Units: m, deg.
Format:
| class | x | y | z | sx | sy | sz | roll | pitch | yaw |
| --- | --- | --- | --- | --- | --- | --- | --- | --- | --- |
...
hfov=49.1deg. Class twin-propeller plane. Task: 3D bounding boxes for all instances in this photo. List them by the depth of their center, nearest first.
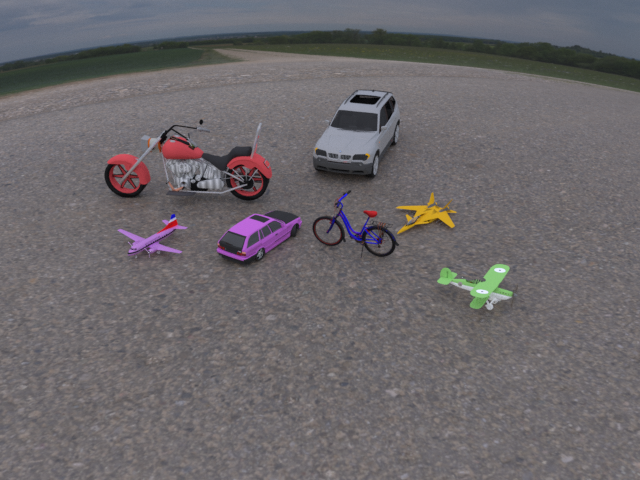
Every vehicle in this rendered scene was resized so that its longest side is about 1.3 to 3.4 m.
| class | x | y | z | sx | sy | sz | roll | pitch | yaw |
| --- | --- | --- | --- | --- | --- | --- | --- | --- | --- |
| twin-propeller plane | -2.613 | -0.053 | 10.984 | 1.370 | 0.407 | 1.095 | 17 | 33 | 29 |

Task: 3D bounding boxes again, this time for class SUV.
| class | x | y | z | sx | sy | sz | roll | pitch | yaw |
| --- | --- | --- | --- | --- | --- | --- | --- | --- | --- |
| SUV | 0.816 | -2.255 | 14.323 | 1.276 | 1.128 | 3.058 | 9 | 29 | 16 |

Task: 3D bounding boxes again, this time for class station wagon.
| class | x | y | z | sx | sy | sz | roll | pitch | yaw |
| --- | --- | --- | --- | --- | --- | --- | --- | --- | --- |
| station wagon | -0.925 | -0.146 | 11.086 | 0.682 | 0.473 | 1.597 | 17 | 33 | 29 |

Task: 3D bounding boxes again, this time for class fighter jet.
| class | x | y | z | sx | sy | sz | roll | pitch | yaw |
| --- | --- | --- | --- | --- | --- | --- | --- | --- | --- |
| fighter jet | 1.705 | -0.419 | 11.792 | 1.147 | 0.286 | 1.358 | 23 | 36 | 36 |

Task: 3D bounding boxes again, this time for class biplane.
| class | x | y | z | sx | sy | sz | roll | pitch | yaw |
| --- | --- | --- | --- | --- | --- | --- | --- | --- | --- |
| biplane | 2.169 | 0.631 | 9.605 | 1.090 | 0.504 | 1.336 | 14 | 31 | 25 |

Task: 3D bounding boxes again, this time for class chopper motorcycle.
| class | x | y | z | sx | sy | sz | roll | pitch | yaw |
| --- | --- | --- | --- | --- | --- | --- | --- | --- | --- |
| chopper motorcycle | -2.358 | -1.409 | 12.375 | 3.040 | 1.480 | 0.906 | 3 | 28 | 6 |

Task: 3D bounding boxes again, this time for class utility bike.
| class | x | y | z | sx | sy | sz | roll | pitch | yaw |
| --- | --- | --- | --- | --- | --- | --- | --- | --- | --- |
| utility bike | 0.517 | -0.206 | 10.698 | 1.435 | 0.946 | 0.535 | 12 | 30 | 21 |
